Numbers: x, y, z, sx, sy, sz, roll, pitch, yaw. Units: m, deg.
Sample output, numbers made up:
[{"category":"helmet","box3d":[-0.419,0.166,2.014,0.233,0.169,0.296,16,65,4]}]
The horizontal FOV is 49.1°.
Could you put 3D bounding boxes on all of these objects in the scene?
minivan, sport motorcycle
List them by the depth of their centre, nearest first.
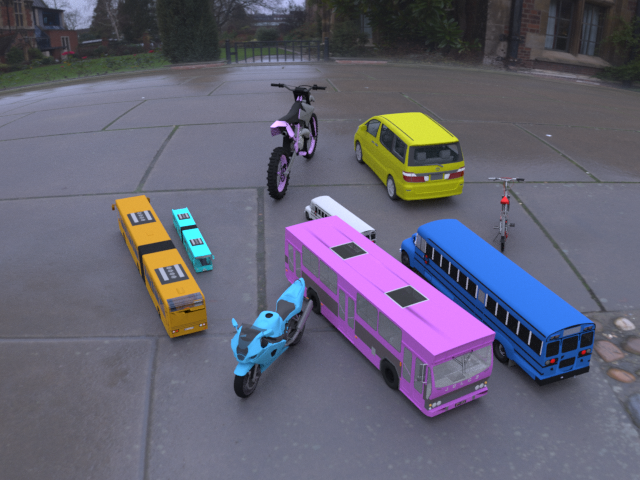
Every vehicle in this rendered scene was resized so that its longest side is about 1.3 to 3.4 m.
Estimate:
[{"category":"sport motorcycle","box3d":[-0.545,1.084,7.860,0.506,0.821,1.520,13,30,23]},{"category":"minivan","box3d":[1.544,-1.692,12.799,1.324,1.197,3.011,-7,28,-13]}]

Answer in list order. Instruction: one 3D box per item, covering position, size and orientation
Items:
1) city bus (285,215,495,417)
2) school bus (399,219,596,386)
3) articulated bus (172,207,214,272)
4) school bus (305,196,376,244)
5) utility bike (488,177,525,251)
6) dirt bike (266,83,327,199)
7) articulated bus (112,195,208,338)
[{"category":"city bus","box3d":[0.659,0.777,8.372,0.926,0.894,3.255,-15,31,-26]},{"category":"school bus","box3d":[2.029,0.572,8.821,0.709,0.844,3.322,-11,29,-19]},{"category":"articulated bus","box3d":[-1.949,-0.032,10.587,0.311,0.289,1.749,-10,29,-19]},{"category":"school bus","box3d":[0.276,-0.278,10.904,0.365,0.434,1.708,-14,31,-25]},{"category":"utility bike","box3d":[2.788,-0.461,10.701,0.535,0.946,1.435,7,28,14]},{"category":"dirt bike","box3d":[-0.472,-1.938,12.763,1.024,1.666,2.903,7,28,13]},{"category":"articulated bus","box3d":[-2.287,0.241,9.767,0.605,0.561,3.401,-12,30,-22]}]
